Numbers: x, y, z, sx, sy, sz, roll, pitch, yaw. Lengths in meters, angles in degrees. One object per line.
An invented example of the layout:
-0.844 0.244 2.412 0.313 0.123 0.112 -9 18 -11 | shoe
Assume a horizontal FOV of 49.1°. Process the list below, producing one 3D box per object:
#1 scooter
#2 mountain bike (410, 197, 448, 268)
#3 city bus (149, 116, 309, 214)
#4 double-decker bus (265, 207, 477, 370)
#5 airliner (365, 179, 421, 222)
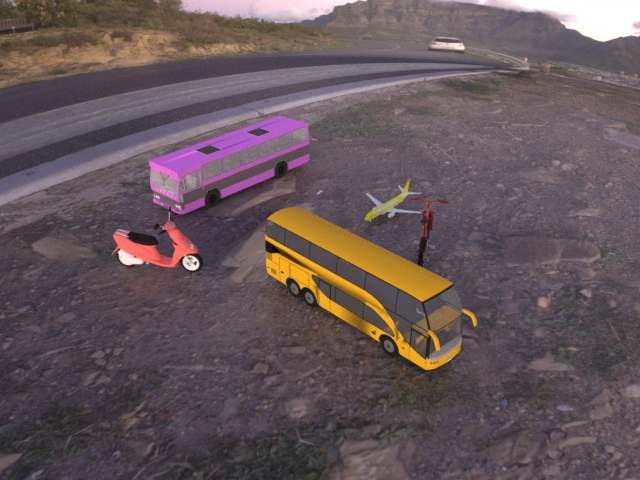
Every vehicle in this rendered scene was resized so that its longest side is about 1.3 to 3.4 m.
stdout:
-2.431 0.035 10.357 1.399 0.919 0.662 4 29 8 | scooter
1.607 -0.114 10.679 0.573 0.868 1.469 7 29 12 | mountain bike
-1.583 -1.424 13.032 0.926 0.894 3.255 23 36 36 | city bus
0.512 0.574 9.239 0.756 1.052 3.251 -24 37 -37 | double-decker bus
1.192 -0.683 12.169 1.161 0.429 1.307 23 36 35 | airliner
